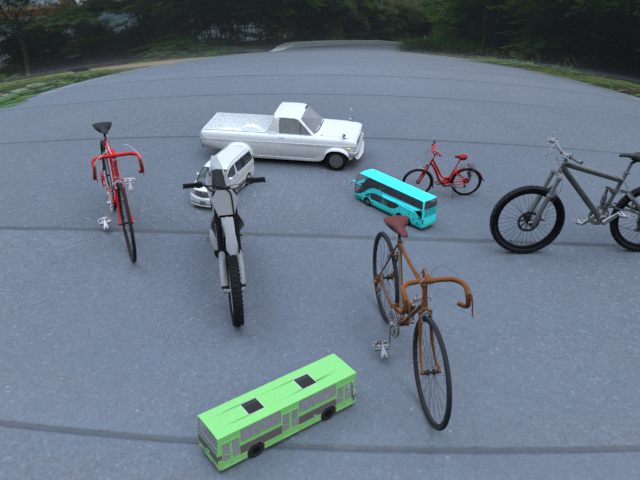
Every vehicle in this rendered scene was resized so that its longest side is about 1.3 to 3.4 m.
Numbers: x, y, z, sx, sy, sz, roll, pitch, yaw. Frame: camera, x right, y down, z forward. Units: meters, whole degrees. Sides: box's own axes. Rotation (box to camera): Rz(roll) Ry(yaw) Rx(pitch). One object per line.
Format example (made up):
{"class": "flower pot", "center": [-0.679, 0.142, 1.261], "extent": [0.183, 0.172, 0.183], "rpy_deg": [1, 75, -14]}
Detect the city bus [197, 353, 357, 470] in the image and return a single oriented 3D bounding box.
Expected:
{"class": "city bus", "center": [-0.402, 1.738, 7.140], "extent": [1.674, 0.460, 0.476], "rpy_deg": [-19, 34, -31]}

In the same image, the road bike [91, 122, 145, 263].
{"class": "road bike", "center": [-3.121, -0.871, 10.638], "extent": [0.697, 1.656, 3.004], "rpy_deg": [-11, 31, -20]}

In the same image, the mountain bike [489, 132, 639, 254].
{"class": "mountain bike", "center": [3.895, -0.567, 10.053], "extent": [2.857, 1.688, 1.114], "rpy_deg": [-1, 29, -2]}

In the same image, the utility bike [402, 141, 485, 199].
{"class": "utility bike", "center": [2.122, -1.151, 11.883], "extent": [1.435, 0.946, 0.535], "rpy_deg": [-1, 29, -2]}

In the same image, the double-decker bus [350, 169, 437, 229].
{"class": "double-decker bus", "center": [1.200, -0.706, 11.494], "extent": [0.389, 0.541, 1.672], "rpy_deg": [-22, 36, -34]}

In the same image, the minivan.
{"class": "minivan", "center": [-1.688, -1.107, 12.146], "extent": [0.681, 0.616, 1.548], "rpy_deg": [9, 30, 17]}

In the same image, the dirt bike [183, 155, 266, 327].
{"class": "dirt bike", "center": [-1.259, -0.169, 9.352], "extent": [1.024, 1.666, 2.903], "rpy_deg": [-6, 29, -11]}

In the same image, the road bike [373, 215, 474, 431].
{"class": "road bike", "center": [0.971, 0.691, 7.801], "extent": [0.697, 1.656, 3.004], "rpy_deg": [-5, 29, -9]}

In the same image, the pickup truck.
{"class": "pickup truck", "center": [-0.701, -2.090, 13.540], "extent": [3.117, 0.993, 1.244], "rpy_deg": [5, 29, 8]}
